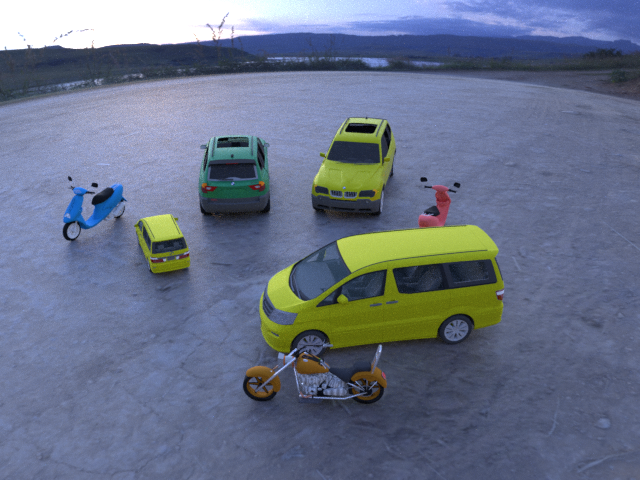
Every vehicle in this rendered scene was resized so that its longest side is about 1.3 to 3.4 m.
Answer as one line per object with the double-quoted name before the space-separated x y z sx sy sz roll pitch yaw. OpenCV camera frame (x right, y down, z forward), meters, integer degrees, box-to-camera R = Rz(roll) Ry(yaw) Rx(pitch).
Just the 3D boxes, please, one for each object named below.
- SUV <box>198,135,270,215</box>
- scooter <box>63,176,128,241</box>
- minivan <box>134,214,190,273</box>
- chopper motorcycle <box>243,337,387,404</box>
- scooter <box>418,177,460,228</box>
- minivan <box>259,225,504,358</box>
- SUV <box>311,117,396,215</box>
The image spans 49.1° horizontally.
"SUV" -1.549 -1.395 12.812 1.276 1.128 3.058 -2 27 -4
"scooter" -3.710 -0.616 11.483 0.662 0.919 1.399 14 30 26
"minivan" -2.427 -0.044 10.676 0.681 0.616 1.548 -10 28 -20
"chopper motorcycle" -0.059 1.430 7.555 1.563 0.761 0.466 2 27 4
"scooter" 1.847 -0.480 11.210 0.662 0.919 1.399 12 29 22
"minivan" 0.740 0.587 8.757 3.011 1.197 1.324 -5 27 -9
"SUV" 0.689 -1.443 12.908 1.276 1.128 3.058 5 27 11
